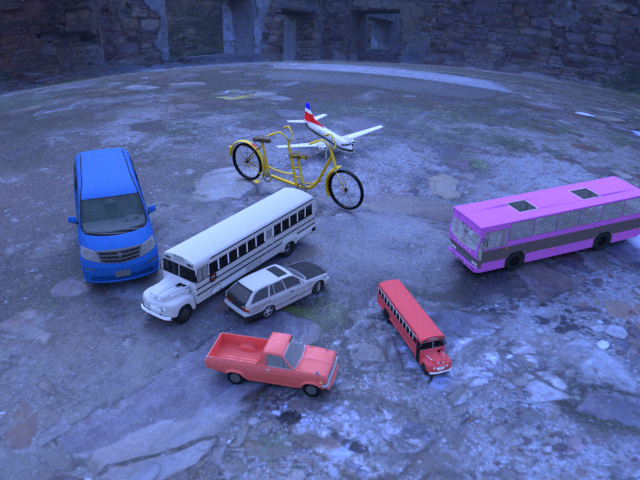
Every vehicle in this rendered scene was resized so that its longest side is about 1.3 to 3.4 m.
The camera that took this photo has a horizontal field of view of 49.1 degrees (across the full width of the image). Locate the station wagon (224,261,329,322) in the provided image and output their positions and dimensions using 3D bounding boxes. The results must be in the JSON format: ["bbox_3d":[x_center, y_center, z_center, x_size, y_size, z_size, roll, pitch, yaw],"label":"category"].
[{"bbox_3d":[-0.596,0.640,10.158,1.597,0.473,0.682,-23,36,-36],"label":"station wagon"}]

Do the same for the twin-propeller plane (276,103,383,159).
[{"bbox_3d":[0.157,-2.396,15.396,2.663,0.792,2.129,-15,32,-26],"label":"twin-propeller plane"}]

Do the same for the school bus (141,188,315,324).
[{"bbox_3d":[-1.314,0.157,10.658,0.709,0.844,3.322,19,34,31],"label":"school bus"}]

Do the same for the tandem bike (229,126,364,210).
[{"bbox_3d":[-0.515,-1.480,13.158,3.192,1.326,0.550,19,34,31],"label":"tandem bike"}]

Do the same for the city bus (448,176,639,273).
[{"bbox_3d":[3.707,-0.249,11.350,3.255,0.894,0.926,-11,30,-19],"label":"city bus"}]

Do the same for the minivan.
[{"bbox_3d":[-3.398,-0.462,11.425,1.324,1.197,3.011,-9,30,-17],"label":"minivan"}]

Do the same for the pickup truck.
[{"bbox_3d":[-0.590,1.453,8.629,1.603,0.511,0.640,7,29,12],"label":"pickup truck"}]

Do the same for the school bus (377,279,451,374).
[{"bbox_3d":[1.236,1.134,9.294,0.365,0.434,1.708,-9,30,-16],"label":"school bus"}]
